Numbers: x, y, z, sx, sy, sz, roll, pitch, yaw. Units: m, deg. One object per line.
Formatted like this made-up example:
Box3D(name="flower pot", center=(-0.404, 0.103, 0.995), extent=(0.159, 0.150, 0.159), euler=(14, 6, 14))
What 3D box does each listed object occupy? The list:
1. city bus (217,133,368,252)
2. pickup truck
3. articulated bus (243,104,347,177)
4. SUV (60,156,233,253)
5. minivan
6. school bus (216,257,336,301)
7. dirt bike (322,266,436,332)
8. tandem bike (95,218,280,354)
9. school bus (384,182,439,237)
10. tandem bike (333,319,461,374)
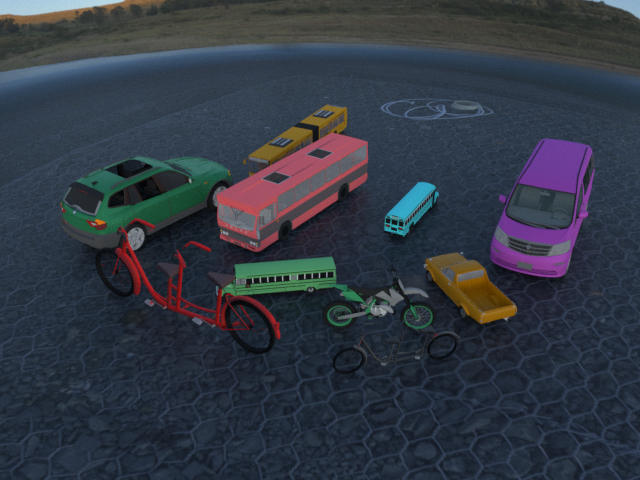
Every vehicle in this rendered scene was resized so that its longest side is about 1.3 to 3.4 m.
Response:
Box3D(name="city bus", center=(-0.367, -0.866, 11.998), extent=(0.926, 0.894, 3.255), euler=(19, 35, 30))
Box3D(name="pickup truck", center=(2.074, 0.617, 9.807), extent=(0.640, 0.511, 1.603), euler=(-11, 32, -18))
Box3D(name="articulated bus", center=(-0.387, -2.032, 14.355), extent=(0.605, 0.561, 3.401), euler=(15, 33, 24))
Box3D(name="SUV", center=(-2.817, -0.824, 11.690), extent=(1.276, 1.128, 3.058), euler=(21, 36, 32))
Box3D(name="minivan", center=(3.624, -0.572, 11.184), extent=(1.324, 1.197, 3.011), euler=(14, 33, 22))
Box3D(name="school bus", center=(-0.628, 0.546, 10.007), extent=(1.708, 0.434, 0.365), euler=(-4, 30, -8))
Box3D(name="dirt bike", center=(0.775, 0.824, 9.100), extent=(1.493, 0.857, 0.527), euler=(1, 30, 2))
Box3D(name="tandem bike", center=(-1.843, 0.545, 9.115), extent=(3.192, 1.326, 0.550), euler=(17, 34, 28))
Box3D(name="school bus", center=(1.600, -0.566, 11.937), extent=(0.365, 0.434, 1.708), euler=(15, 33, 25))
Box3D(name="tandem bike", center=(0.950, 1.268, 8.505), extent=(1.642, 0.682, 0.283), euler=(-7, 31, -12))
